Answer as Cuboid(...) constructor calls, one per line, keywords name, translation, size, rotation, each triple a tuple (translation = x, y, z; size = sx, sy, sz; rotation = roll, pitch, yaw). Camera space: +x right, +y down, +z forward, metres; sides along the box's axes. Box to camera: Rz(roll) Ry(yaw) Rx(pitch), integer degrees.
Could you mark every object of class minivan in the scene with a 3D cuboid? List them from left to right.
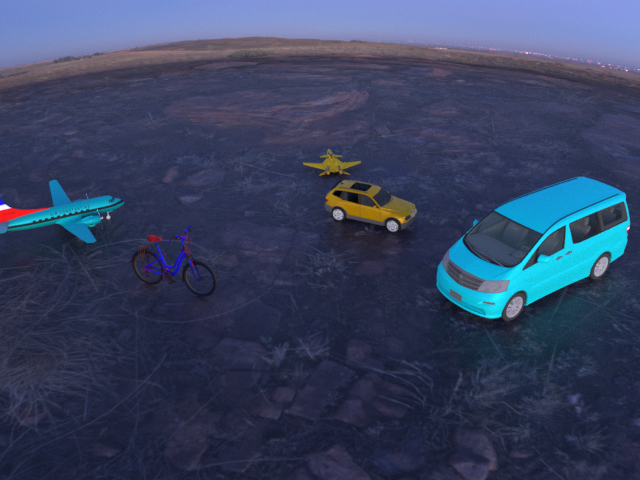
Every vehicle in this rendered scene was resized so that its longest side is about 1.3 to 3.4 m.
Cuboid(name="minivan", translation=(3.033, 0.054, 9.859), size=(3.011, 1.197, 1.324), rotation=(-18, 34, -30))

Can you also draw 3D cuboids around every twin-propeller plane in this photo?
Cuboid(name="twin-propeller plane", translation=(-4.233, -0.515, 11.328), size=(2.129, 0.792, 2.663), rotation=(-16, 32, -27))

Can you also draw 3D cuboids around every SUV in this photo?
Cuboid(name="SUV", translation=(0.848, -0.607, 11.717), size=(1.572, 0.580, 0.656), rotation=(13, 31, 22))

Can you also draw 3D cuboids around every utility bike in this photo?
Cuboid(name="utility bike", translation=(-2.051, 0.255, 9.753), size=(1.435, 0.946, 0.535), rotation=(11, 31, 20))

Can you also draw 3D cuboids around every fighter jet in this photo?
Cuboid(name="fighter jet", translation=(0.232, -1.644, 13.928), size=(1.147, 0.286, 1.358), rotation=(-2, 29, -4))
